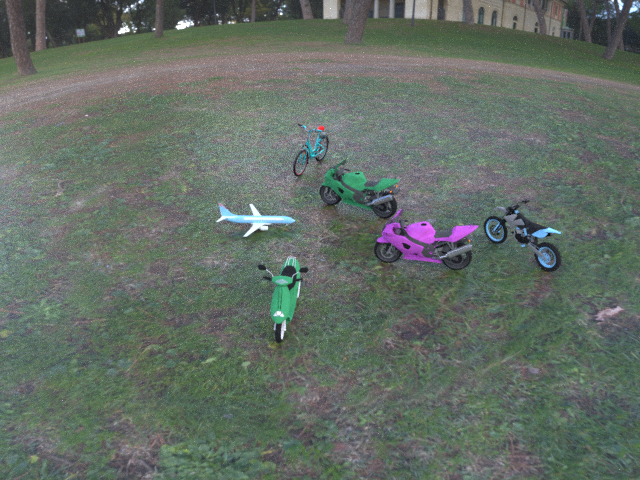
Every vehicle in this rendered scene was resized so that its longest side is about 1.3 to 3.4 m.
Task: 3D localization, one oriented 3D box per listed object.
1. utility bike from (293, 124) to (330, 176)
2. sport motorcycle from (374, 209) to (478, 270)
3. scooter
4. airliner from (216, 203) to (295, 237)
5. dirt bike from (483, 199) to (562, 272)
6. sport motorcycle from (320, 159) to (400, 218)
[{"bbox_3d":[-0.108,-1.847,13.770,0.535,0.946,1.435,15,33,25],"label":"utility bike"},{"bbox_3d":[1.582,0.037,10.598,1.520,0.821,0.506,5,30,9],"label":"sport motorcycle"},{"bbox_3d":[-0.462,0.656,9.415,0.662,0.919,1.399,3,30,6],"label":"scooter"},{"bbox_3d":[-1.071,-0.428,11.805,1.307,0.429,1.161,0,30,0],"label":"airliner"},{"bbox_3d":[3.128,-0.118,10.832,0.527,0.857,1.493,-20,35,-31],"label":"dirt bike"},{"bbox_3d":[0.671,-0.871,12.187,1.520,0.821,0.506,15,33,24],"label":"sport motorcycle"}]
